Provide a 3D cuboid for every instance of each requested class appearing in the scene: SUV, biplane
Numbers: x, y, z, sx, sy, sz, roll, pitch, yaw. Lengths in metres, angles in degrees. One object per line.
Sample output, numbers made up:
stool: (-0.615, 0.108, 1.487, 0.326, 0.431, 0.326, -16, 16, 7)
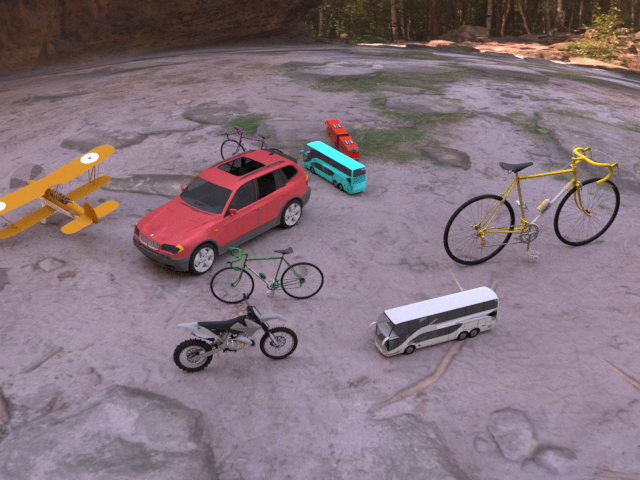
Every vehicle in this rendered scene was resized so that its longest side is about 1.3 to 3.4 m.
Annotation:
SUV: (-1.474, -0.558, 10.978, 1.276, 1.128, 3.058, 24, 37, 35)
biplane: (-4.178, -0.594, 11.191, 2.120, 0.981, 2.598, 23, 37, 35)

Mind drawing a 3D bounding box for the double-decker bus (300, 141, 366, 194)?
double-decker bus: (0.236, -1.371, 12.988, 0.389, 0.541, 1.672, -19, 35, -29)

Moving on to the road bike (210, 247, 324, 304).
road bike: (-0.714, 0.477, 9.451, 1.545, 0.852, 0.358, -3, 30, -6)

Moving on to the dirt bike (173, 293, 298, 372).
dirt bike: (-1.000, 1.138, 8.293, 1.493, 0.857, 0.527, -6, 30, -11)

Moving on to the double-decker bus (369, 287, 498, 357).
double-decker bus: (1.451, 1.028, 8.802, 1.672, 0.541, 0.389, -11, 32, -19)

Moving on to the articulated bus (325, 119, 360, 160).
articulated bus: (0.460, -2.079, 14.478, 0.311, 0.289, 1.749, -7, 31, -12)

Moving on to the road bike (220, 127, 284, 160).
road bike: (-1.237, -1.644, 13.152, 1.545, 0.852, 0.358, 15, 33, 24)

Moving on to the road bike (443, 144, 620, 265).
road bike: (3.208, -0.493, 10.336, 3.004, 1.656, 0.697, -9, 31, -15)
